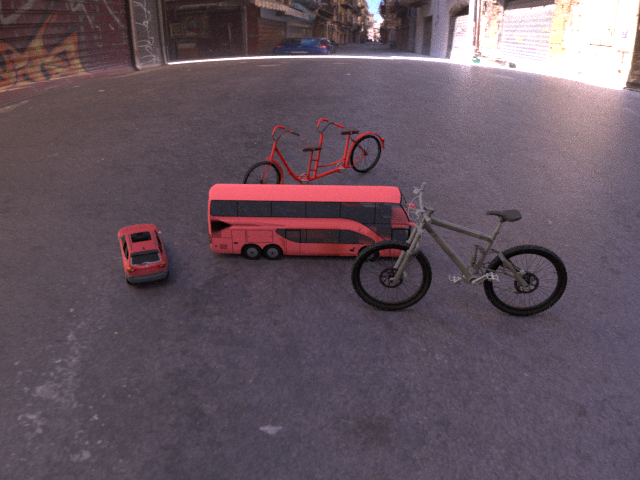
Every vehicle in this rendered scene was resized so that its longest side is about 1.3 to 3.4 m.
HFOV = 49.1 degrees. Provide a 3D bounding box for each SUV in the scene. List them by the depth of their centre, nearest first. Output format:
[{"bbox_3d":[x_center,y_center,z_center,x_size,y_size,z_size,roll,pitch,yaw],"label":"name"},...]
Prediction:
[{"bbox_3d":[-2.701,0.110,10.617,0.656,0.580,1.572,-9,30,-16],"label":"SUV"}]

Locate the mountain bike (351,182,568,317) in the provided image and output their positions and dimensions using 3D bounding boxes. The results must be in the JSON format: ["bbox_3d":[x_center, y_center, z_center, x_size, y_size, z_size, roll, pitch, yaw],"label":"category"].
[{"bbox_3d":[1.841,0.250,9.220,2.857,1.688,1.114,2,29,4],"label":"mountain bike"}]

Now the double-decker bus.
[{"bbox_3d":[-0.090,-0.289,10.851,3.251,1.052,0.756,1,29,2],"label":"double-decker bus"}]

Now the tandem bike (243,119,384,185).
[{"bbox_3d":[-0.043,-1.600,12.939,3.192,1.326,0.550,-19,34,-30],"label":"tandem bike"}]
